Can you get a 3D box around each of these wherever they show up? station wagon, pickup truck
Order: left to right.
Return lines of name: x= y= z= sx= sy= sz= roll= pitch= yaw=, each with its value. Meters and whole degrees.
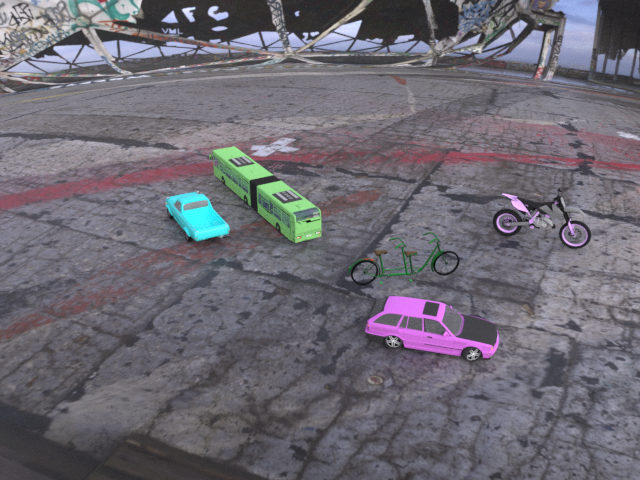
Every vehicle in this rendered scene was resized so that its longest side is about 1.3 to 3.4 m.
pickup truck: x=-2.012 y=-0.427 z=11.336 sx=0.640 sy=0.511 sz=1.603 roll=-14 pitch=30 yaw=-25
station wagon: x=1.374 y=1.038 z=8.534 sx=1.597 sy=0.473 sz=0.682 roll=8 pitch=28 yaw=14

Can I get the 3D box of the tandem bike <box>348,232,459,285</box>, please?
tandem bike: x=1.193 y=0.270 z=9.797 sx=1.642 sy=0.682 sz=0.283 roll=-6 pitch=28 yaw=-11

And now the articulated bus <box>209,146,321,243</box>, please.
articulated bus: x=-1.013 y=-0.863 z=12.127 sx=0.605 sy=0.561 sz=3.401 roll=-15 pitch=31 yaw=-26

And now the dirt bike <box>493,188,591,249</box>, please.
dirt bike: x=3.437 y=-0.352 z=10.812 sx=1.493 sy=0.857 sz=0.527 roll=12 pitch=30 yaw=23
